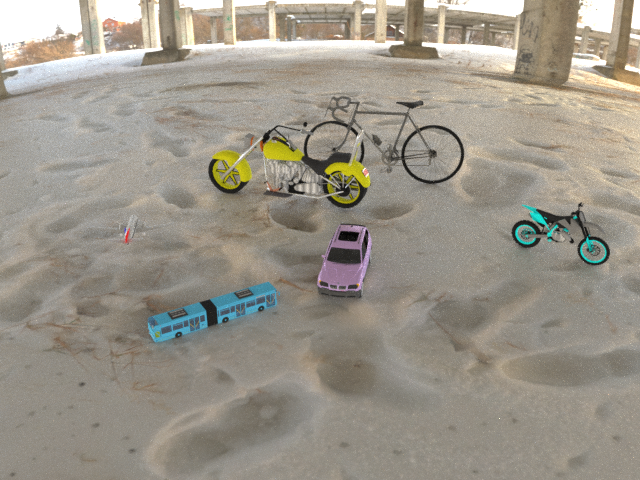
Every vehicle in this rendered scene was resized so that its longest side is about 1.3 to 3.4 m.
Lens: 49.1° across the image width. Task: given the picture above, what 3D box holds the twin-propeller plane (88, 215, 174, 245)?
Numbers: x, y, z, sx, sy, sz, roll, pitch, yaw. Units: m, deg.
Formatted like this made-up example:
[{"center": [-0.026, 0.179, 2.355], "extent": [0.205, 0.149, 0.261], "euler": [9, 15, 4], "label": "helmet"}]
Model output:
[{"center": [-3.046, -0.215, 11.244], "extent": [1.370, 0.407, 1.095], "euler": [-3, 28, -6], "label": "twin-propeller plane"}]

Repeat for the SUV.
[{"center": [0.381, 0.272, 10.139], "extent": [0.656, 0.580, 1.572], "euler": [5, 28, 9], "label": "SUV"}]

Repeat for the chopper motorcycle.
[{"center": [-0.583, -1.376, 12.290], "extent": [3.040, 1.480, 0.906], "euler": [10, 29, 18], "label": "chopper motorcycle"}]

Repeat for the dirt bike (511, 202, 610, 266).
[{"center": [3.660, -0.137, 10.615], "extent": [1.493, 0.857, 0.527], "euler": [17, 32, 29], "label": "dirt bike"}]

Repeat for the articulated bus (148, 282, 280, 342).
[{"center": [-1.372, 0.933, 9.201], "extent": [1.749, 0.289, 0.311], "euler": [-16, 32, -27], "label": "articulated bus"}]

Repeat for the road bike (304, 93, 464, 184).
[{"center": [1.178, -1.858, 13.012], "extent": [3.004, 1.656, 0.697], "euler": [4, 28, 7], "label": "road bike"}]
